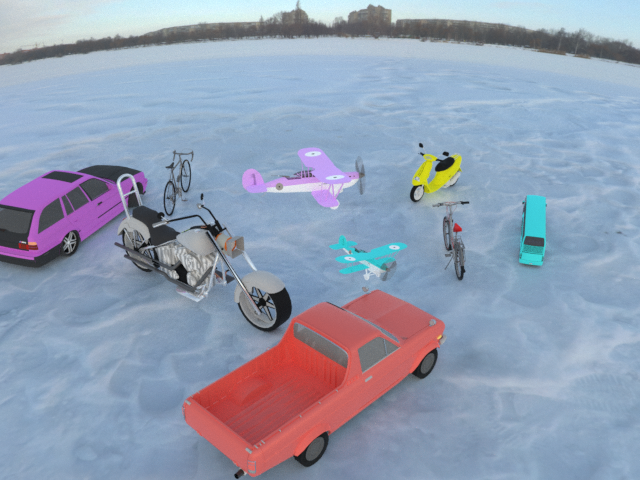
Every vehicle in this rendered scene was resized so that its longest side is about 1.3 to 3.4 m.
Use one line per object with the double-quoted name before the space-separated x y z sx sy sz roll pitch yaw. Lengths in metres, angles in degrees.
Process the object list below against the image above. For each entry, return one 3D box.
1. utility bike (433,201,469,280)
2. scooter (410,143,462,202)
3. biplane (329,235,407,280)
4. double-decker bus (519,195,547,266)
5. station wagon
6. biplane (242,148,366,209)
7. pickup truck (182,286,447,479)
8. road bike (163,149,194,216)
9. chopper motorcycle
"utility bike" 1.913 -0.058 10.242 0.535 0.946 1.435 -1 29 -2
"scooter" 2.091 -1.257 12.470 1.399 0.919 0.662 -24 37 -37
"biplane" 0.644 0.243 10.151 1.336 0.504 1.090 -22 35 -34
"double-decker bus" 3.328 -0.195 10.915 0.389 0.541 1.672 8 30 14
"station wagon" -4.041 -0.640 11.335 1.327 0.920 3.105 10 30 17
"biplane" -0.267 -1.005 11.942 2.120 0.981 2.598 -6 29 -11
"pickup truck" 0.062 1.354 7.601 1.244 0.993 3.117 25 37 38
"road bike" -2.473 -1.038 12.138 0.358 0.852 1.545 3 29 6
"chopper motorcycle" -1.638 0.134 9.331 3.040 1.480 0.906 20 34 32
